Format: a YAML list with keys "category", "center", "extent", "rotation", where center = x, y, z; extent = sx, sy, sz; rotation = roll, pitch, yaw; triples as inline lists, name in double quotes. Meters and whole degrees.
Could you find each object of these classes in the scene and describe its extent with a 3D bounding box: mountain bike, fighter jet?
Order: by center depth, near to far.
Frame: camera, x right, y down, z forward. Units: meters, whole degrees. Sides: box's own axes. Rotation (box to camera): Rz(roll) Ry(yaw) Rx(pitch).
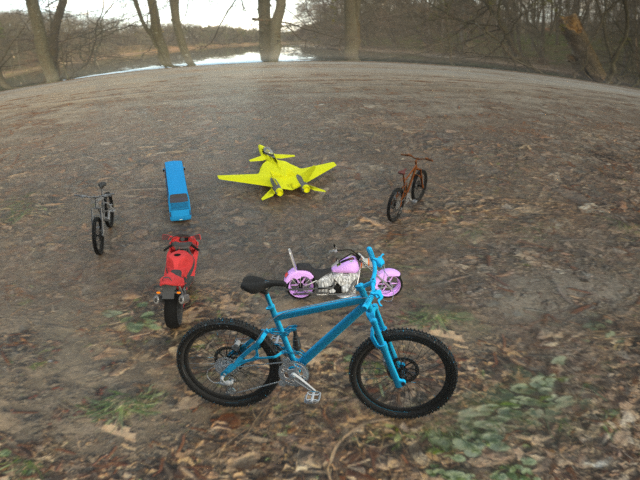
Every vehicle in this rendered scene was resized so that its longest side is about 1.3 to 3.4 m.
- category: "mountain bike"
  center: [-0.052, 1.043, 6.936]
  extent: [2.857, 1.688, 1.114]
  rotation: [3, 28, 5]
- category: "mountain bike"
  center: [-3.301, -0.406, 10.596]
  extent: [0.573, 0.868, 1.469]
  rotation: [-3, 28, -5]
- category: "mountain bike"
  center: [1.457, -0.881, 11.504]
  extent: [0.573, 0.868, 1.469]
  rotation: [16, 31, 28]
- category: "fighter jet"
  center: [-0.836, -1.497, 13.021]
  extent: [2.229, 0.557, 2.640]
  rotation: [-8, 29, -16]

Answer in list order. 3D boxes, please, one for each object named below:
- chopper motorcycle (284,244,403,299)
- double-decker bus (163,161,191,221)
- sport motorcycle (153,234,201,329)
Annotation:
- category: "chopper motorcycle"
  center: [0.307, 0.429, 9.113]
  extent: [1.563, 0.761, 0.466]
  rotation: [-2, 28, -4]
- category: "double-decker bus"
  center: [-2.419, -0.865, 11.828]
  extent: [0.389, 0.541, 1.672]
  rotation: [-6, 28, -12]
- category: "sport motorcycle"
  center: [-1.804, 0.471, 8.967]
  extent: [0.506, 0.821, 1.520]
  rotation: [0, 28, 0]
